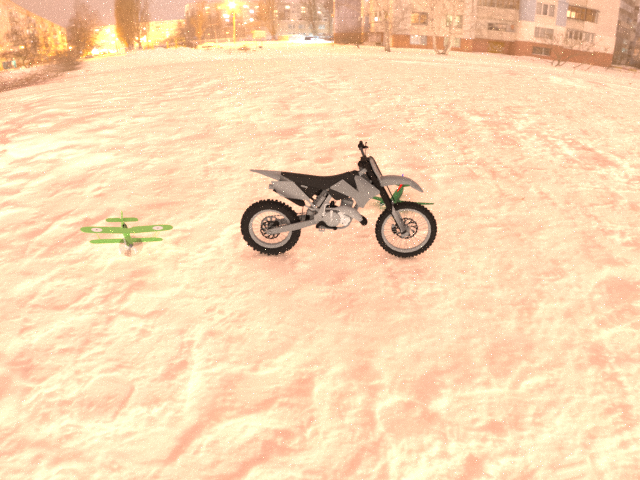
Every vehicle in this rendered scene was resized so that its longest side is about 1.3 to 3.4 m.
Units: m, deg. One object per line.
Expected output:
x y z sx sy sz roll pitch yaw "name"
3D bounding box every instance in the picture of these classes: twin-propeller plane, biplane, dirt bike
1.305 -0.783 12.030 1.370 0.407 1.095 9 30 17 "twin-propeller plane"
-2.938 -0.119 10.682 1.336 0.504 1.090 -11 30 -19 "biplane"
0.269 -0.501 10.164 2.903 1.666 1.024 1 28 3 "dirt bike"
